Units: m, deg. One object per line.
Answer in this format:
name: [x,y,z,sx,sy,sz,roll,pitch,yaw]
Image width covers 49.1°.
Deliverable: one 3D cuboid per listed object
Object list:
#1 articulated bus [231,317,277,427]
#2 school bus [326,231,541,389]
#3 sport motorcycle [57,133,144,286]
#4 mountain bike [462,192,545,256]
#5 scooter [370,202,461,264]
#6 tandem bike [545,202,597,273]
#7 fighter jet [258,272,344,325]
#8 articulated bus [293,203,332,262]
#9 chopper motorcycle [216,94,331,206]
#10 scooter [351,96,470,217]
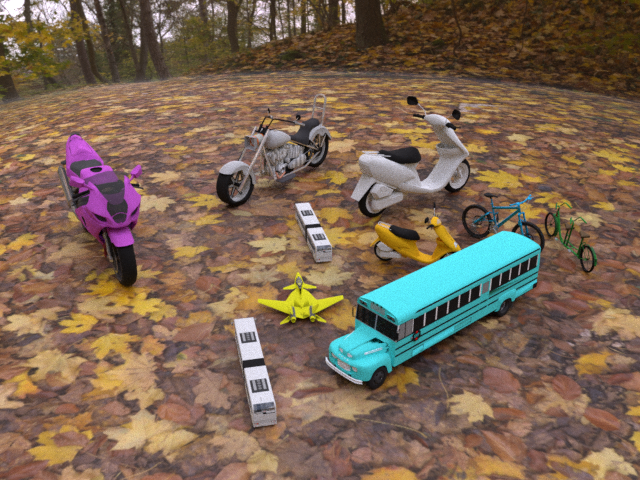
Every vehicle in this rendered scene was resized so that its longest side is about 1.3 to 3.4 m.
articulated bus: [-0.750,1.436,7.894,0.311,0.289,1.749,-6,26,-11]
school bus: [1.472,0.773,8.622,3.322,0.844,0.709,-21,33,-36]
sport motorcycle: [-3.260,-0.512,10.405,0.983,1.596,2.955,-14,29,-26]
mountain bike: [2.814,-0.293,10.787,0.573,0.868,1.469,-23,34,-38]
scooter: [1.419,-0.037,10.202,1.399,0.919,0.662,9,27,17]
tandem bike: [3.789,-0.102,10.608,0.283,0.682,1.642,-4,26,-7]
fighter jet: [-0.266,0.680,9.452,1.147,0.286,1.358,-2,26,-4]
articulated bus: [-0.121,-0.146,11.147,0.311,0.289,1.749,-5,26,-11]
chopper motorcycle: [-0.802,-1.718,13.018,0.906,1.480,3.040,18,31,33]
scooter: [1.674,-1.444,12.104,2.721,1.786,1.288,-17,31,-32]
